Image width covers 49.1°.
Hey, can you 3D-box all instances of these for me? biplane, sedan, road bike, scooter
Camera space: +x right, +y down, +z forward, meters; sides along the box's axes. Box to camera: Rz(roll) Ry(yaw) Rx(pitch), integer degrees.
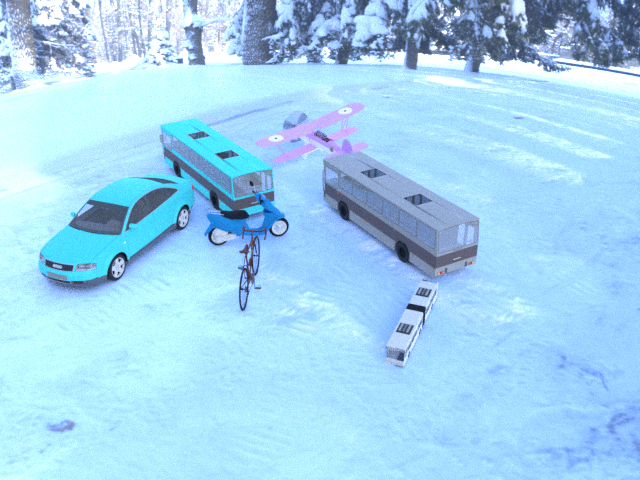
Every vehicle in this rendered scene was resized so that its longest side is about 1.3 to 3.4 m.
[{"bbox_3d":[0.009,-2.010,14.262,2.598,0.981,2.120,-18,33,-30],"label":"biplane"},{"bbox_3d":[-3.152,-0.327,11.115,1.235,0.940,3.137,10,30,19],"label":"sedan"},{"bbox_3d":[-0.997,0.342,9.942,0.358,0.852,1.545,2,28,5],"label":"road bike"},{"bbox_3d":[-1.181,-0.397,11.270,1.399,0.919,0.662,-9,29,-16],"label":"scooter"}]

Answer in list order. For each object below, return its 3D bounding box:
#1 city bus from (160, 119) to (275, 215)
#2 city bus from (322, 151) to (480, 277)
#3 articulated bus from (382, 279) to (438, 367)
[{"bbox_3d":[-1.993,-1.373,13.146,0.926,0.894,3.255,-17,32,-28],"label":"city bus"},{"bbox_3d":[1.194,-0.480,11.453,0.926,0.894,3.255,-15,31,-26],"label":"city bus"},{"bbox_3d":[1.223,1.050,9.203,0.311,0.289,1.749,11,30,19],"label":"articulated bus"}]
